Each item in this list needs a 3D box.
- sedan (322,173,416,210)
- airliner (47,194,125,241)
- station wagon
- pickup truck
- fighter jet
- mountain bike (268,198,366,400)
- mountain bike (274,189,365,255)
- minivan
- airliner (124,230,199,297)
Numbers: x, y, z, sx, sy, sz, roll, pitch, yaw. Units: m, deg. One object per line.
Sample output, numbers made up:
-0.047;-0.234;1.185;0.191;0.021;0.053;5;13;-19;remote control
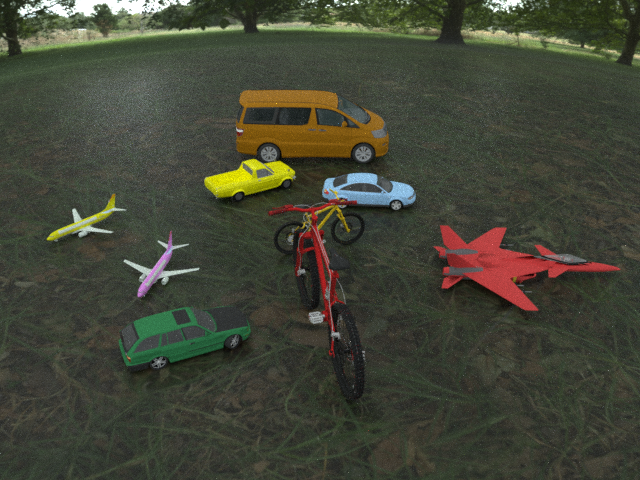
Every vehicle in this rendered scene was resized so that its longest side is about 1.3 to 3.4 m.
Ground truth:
0.847;-0.869;12.089;1.613;0.483;0.635;2;30;4;sedan
-3.806;-0.348;11.249;1.161;0.429;1.307;25;39;36;airliner
-1.661;1.129;8.675;1.597;0.473;0.682;-13;33;-21;station wagon
-1.238;-1.118;12.489;1.603;0.511;0.640;-17;34;-27;pickup truck
3.034;0.250;10.098;2.640;0.557;2.229;1;30;2;fighter jet
0.053;0.558;8.449;1.114;1.688;2.857;-8;31;-13;mountain bike
0.002;-0.237;10.625;1.469;0.868;0.573;-10;32;-16;mountain bike
-0.140;-2.274;13.788;3.011;1.197;1.324;0;30;0;minivan
-2.348;0.351;10.052;1.161;0.429;1.307;6;31;10;airliner
